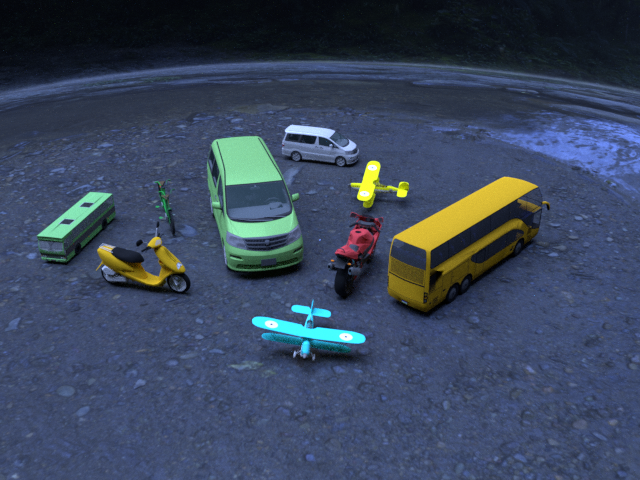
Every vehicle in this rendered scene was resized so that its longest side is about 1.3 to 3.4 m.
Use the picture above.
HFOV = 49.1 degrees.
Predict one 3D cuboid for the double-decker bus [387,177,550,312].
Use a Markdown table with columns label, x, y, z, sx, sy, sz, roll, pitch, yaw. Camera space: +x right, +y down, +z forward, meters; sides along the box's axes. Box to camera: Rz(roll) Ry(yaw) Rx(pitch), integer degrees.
| label | x | y | z | sx | sy | sz | roll | pitch | yaw |
| --- | --- | --- | --- | --- | --- | --- | --- | --- | --- |
| double-decker bus | 2.204 | -0.043 | 10.083 | 0.756 | 1.052 | 3.251 | 23 | 35 | 37 |

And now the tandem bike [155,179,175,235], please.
| label | x | y | z | sx | sy | sz | roll | pitch | yaw |
| --- | --- | --- | --- | --- | --- | --- | --- | --- | --- |
| tandem bike | -2.580 | -0.669 | 11.688 | 0.283 | 0.682 | 1.642 | -9 | 29 | -17 |

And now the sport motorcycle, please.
| label | x | y | z | sx | sy | sz | roll | pitch | yaw |
| --- | --- | --- | --- | --- | --- | --- | --- | --- | --- |
| sport motorcycle | 0.526 | 0.170 | 9.924 | 0.506 | 0.821 | 1.520 | 11 | 29 | 20 |

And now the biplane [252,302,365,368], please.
| label | x | y | z | sx | sy | sz | roll | pitch | yaw |
| --- | --- | --- | --- | --- | --- | --- | --- | --- | --- |
| biplane | -0.119 | 1.111 | 8.456 | 1.336 | 0.504 | 1.090 | 2 | 28 | 3 |

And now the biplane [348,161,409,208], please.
| label | x | y | z | sx | sy | sz | roll | pitch | yaw |
| --- | --- | --- | --- | --- | --- | --- | --- | --- | --- |
| biplane | 1.020 | -0.908 | 12.340 | 1.090 | 0.504 | 1.336 | 6 | 28 | 11 |

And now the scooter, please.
| label | x | y | z | sx | sy | sz | roll | pitch | yaw |
| --- | --- | --- | --- | --- | --- | --- | --- | --- | --- |
| scooter | -2.460 | 0.268 | 9.629 | 1.399 | 0.919 | 0.662 | 6 | 28 | 12 |

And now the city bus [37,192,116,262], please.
| label | x | y | z | sx | sy | sz | roll | pitch | yaw |
| --- | --- | --- | --- | --- | --- | --- | --- | --- | --- |
| city bus | -3.802 | -0.214 | 11.053 | 0.476 | 0.460 | 1.674 | 5 | 28 | 10 |

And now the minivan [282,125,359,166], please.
| label | x | y | z | sx | sy | sz | roll | pitch | yaw |
| --- | --- | --- | --- | --- | --- | --- | --- | --- | --- |
| minivan | 0.020 | -1.923 | 14.172 | 1.548 | 0.616 | 0.681 | 8 | 29 | 16 |

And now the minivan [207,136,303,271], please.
| label | x | y | z | sx | sy | sz | roll | pitch | yaw |
| --- | --- | --- | --- | --- | --- | --- | --- | --- | --- |
| minivan | -1.094 | -0.635 | 11.063 | 1.324 | 1.197 | 3.011 | -7 | 28 | -13 |
